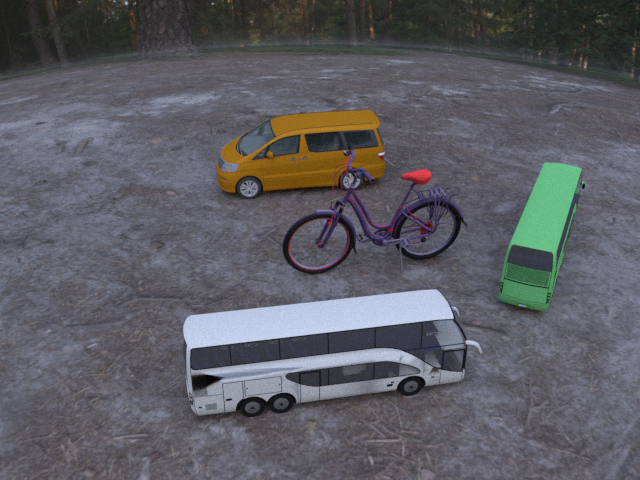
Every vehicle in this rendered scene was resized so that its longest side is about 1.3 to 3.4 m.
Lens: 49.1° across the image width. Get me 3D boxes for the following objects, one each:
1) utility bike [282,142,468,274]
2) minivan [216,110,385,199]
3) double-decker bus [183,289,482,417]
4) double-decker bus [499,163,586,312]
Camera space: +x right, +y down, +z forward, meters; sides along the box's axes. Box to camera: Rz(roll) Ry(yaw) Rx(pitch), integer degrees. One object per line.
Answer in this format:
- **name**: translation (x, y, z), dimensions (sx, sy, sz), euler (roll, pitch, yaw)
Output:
- **utility bike**: translation (0.856, -0.347, 9.775), dimensions (2.791, 1.839, 1.039), euler (-7, 31, -12)
- **minivan**: translation (-0.364, -1.588, 12.570), dimensions (3.011, 1.197, 1.324), euler (-5, 30, -9)
- **double-decker bus**: translation (0.136, 1.235, 7.817), dimensions (3.251, 1.052, 0.756), euler (-5, 30, -9)
- **double-decker bus**: translation (3.313, -0.184, 10.279), dimensions (0.756, 1.052, 3.251), euler (13, 32, 21)
